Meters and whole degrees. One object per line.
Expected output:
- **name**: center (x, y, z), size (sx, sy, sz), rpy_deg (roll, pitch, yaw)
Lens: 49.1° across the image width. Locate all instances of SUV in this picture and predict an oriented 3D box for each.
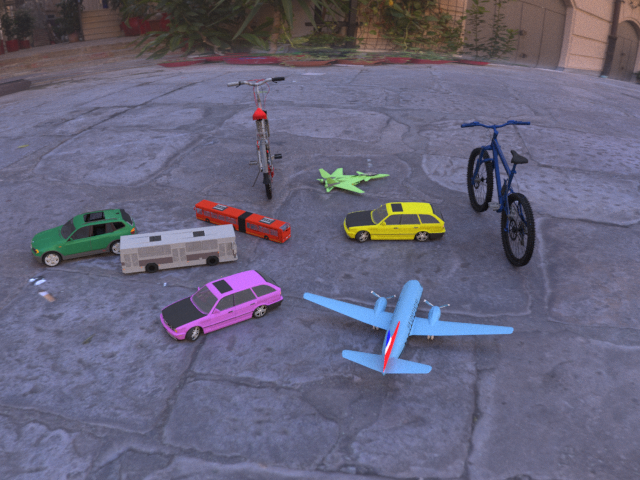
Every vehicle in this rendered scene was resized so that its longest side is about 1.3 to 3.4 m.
- **SUV**: center (-3.583, -0.079, 10.645), size (1.572, 0.580, 0.656), rpy_deg (-11, 31, -18)

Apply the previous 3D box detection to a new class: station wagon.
- **station wagon**: center (1.179, -0.313, 11.172), size (1.597, 0.473, 0.682), rpy_deg (-1, 29, -1)
- **station wagon**: center (-1.295, 0.811, 9.169), size (1.597, 0.473, 0.682), rpy_deg (-17, 34, -28)

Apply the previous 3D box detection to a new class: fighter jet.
- **fighter jet**: center (0.669, -1.186, 12.918), size (1.358, 0.286, 1.147), rpy_deg (-10, 31, -17)

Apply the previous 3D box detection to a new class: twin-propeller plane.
- **twin-propeller plane**: center (1.006, 0.943, 8.610), size (2.663, 0.792, 2.129), rpy_deg (8, 30, 15)

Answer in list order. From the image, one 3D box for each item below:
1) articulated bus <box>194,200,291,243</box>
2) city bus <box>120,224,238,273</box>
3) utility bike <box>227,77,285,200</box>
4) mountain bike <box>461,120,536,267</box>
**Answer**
- **articulated bus**: center (-1.276, -0.313, 11.360), size (1.749, 0.289, 0.311), rpy_deg (16, 33, 26)
- **city bus**: center (-2.085, 0.144, 10.371), size (1.674, 0.460, 0.476), rpy_deg (-7, 30, -12)
- **utility bike**: center (-1.114, -1.939, 12.674), size (1.039, 1.839, 2.791), rpy_deg (-3, 29, -5)
- **mountain bike**: center (2.795, -0.843, 10.875), size (1.114, 1.688, 2.857), rpy_deg (-3, 29, -6)
